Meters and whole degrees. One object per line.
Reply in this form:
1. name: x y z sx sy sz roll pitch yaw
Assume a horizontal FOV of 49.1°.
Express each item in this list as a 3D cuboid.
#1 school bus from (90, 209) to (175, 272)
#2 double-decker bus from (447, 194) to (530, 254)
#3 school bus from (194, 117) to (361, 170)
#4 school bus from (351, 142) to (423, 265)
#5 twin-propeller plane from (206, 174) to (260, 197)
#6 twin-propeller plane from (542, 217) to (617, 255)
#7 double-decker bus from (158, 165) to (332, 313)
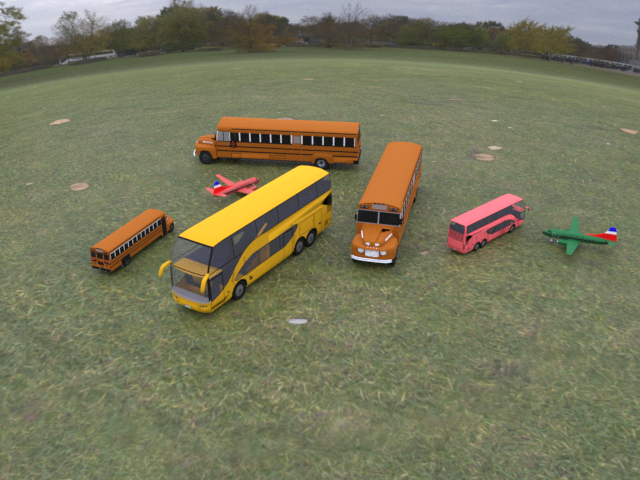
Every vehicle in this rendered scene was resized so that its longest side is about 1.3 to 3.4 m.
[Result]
1. school bus: -2.814 -0.050 10.702 0.365 0.434 1.708 11 30 20
2. double-decker bus: 2.659 -0.281 11.026 1.672 0.541 0.389 -23 35 -36
3. school bus: -0.859 -1.936 13.838 3.322 0.844 0.709 4 28 7
4. school bus: 1.140 -0.670 11.438 0.709 0.844 3.322 7 29 12
5. twin-propeller plane: -1.482 -0.989 12.512 1.370 0.407 1.095 24 36 37
6. twin-propeller plane: 4.003 -0.090 10.806 1.095 0.407 1.370 11 30 19
7. double-decker bus: -0.910 -0.074 10.087 0.756 1.052 3.251 16 32 28
